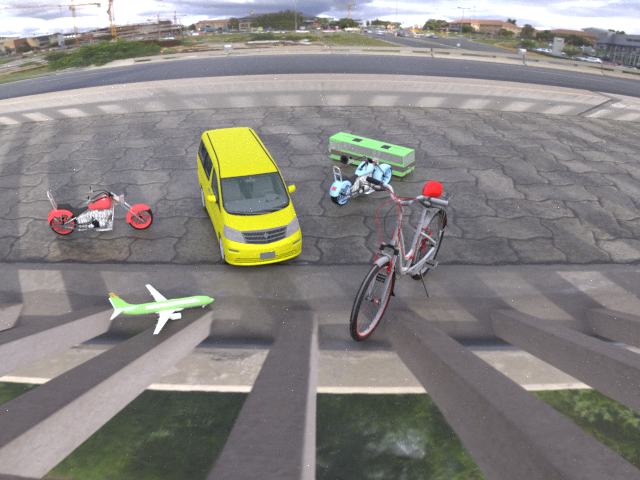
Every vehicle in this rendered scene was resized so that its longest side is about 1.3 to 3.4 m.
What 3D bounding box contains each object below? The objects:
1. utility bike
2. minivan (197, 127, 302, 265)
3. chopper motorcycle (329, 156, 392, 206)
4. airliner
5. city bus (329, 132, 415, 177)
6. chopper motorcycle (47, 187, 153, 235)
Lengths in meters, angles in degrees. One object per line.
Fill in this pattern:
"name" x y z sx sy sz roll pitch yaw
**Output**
"utility bike" 1.170 0.043 8.737 1.039 1.839 2.791 16 32 27
"minivan" -1.167 -0.742 10.867 1.324 1.197 3.011 -8 29 -15
"chopper motorcycle" 0.731 -1.103 11.996 0.466 0.761 1.563 23 36 36
"airliner" -2.003 0.760 8.891 1.307 0.429 1.161 -8 29 -15
"city bus" 0.961 -1.611 13.255 1.674 0.460 0.476 19 34 31
"chopper motorcycle" -3.400 -0.461 10.806 1.563 0.761 0.466 -6 29 -11
